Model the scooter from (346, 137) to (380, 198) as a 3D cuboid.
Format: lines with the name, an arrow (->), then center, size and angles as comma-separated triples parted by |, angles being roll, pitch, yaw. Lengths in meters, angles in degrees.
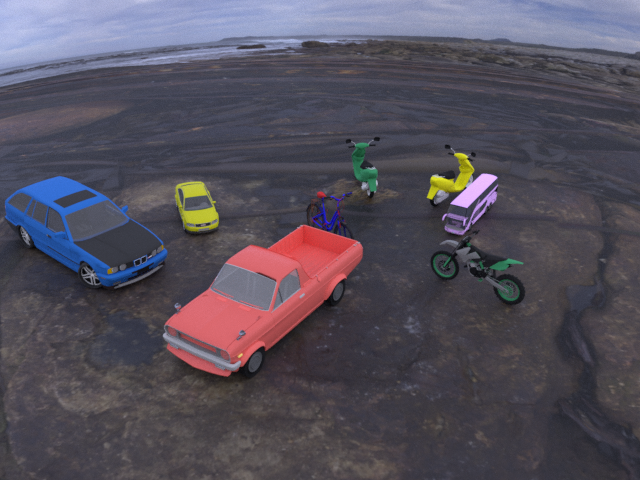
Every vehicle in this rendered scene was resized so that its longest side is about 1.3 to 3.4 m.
scooter -> 0.832, -1.423, 13.151 | 0.662, 0.919, 1.399 | -6, 29, -10

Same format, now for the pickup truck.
pickup truck -> -0.649, 0.616, 9.347 | 1.244, 0.993, 3.117 | 18, 33, 29

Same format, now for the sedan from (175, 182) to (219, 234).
sedan -> -2.151, -0.623, 12.143 | 0.635, 0.483, 1.613 | -9, 30, -15

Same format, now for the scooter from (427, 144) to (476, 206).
scooter -> 2.418, -1.188, 12.721 | 0.662, 0.919, 1.399 | 25, 37, 37

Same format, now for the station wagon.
station wagon -> -3.719, -0.228, 10.964 | 3.105, 0.920, 1.327 | 23, 36, 35

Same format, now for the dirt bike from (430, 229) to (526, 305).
dirt bike -> 2.233, 0.366, 9.946 | 1.493, 0.857, 0.527 | 21, 35, 33

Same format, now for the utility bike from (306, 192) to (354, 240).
utility bike -> 0.184, -0.381, 11.218 | 0.535, 0.946, 1.435 | -17, 33, -28

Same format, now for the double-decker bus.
double-decker bus -> 2.620, -0.613, 12.063 | 0.389, 0.541, 1.672 | 17, 33, 28
